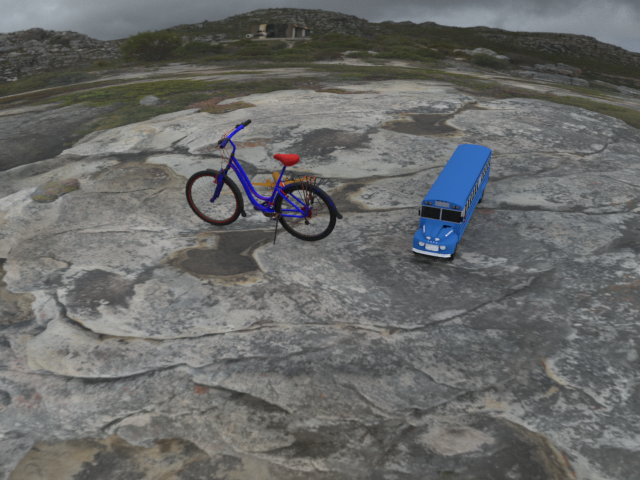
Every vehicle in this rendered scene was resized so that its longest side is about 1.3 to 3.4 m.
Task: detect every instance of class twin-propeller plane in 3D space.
[{"bbox_3d":[-0.768,-1.126,13.232,1.370,0.407,1.095,-6,28,-12],"label":"twin-propeller plane"}]

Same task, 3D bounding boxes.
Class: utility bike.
[{"bbox_3d":[-0.992,-0.857,11.178,2.791,1.839,1.039,9,29,17],"label":"utility bike"}]

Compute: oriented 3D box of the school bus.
[{"bbox_3d":[2.308,-0.718,11.984,0.709,0.844,3.322,10,29,19],"label":"school bus"}]
